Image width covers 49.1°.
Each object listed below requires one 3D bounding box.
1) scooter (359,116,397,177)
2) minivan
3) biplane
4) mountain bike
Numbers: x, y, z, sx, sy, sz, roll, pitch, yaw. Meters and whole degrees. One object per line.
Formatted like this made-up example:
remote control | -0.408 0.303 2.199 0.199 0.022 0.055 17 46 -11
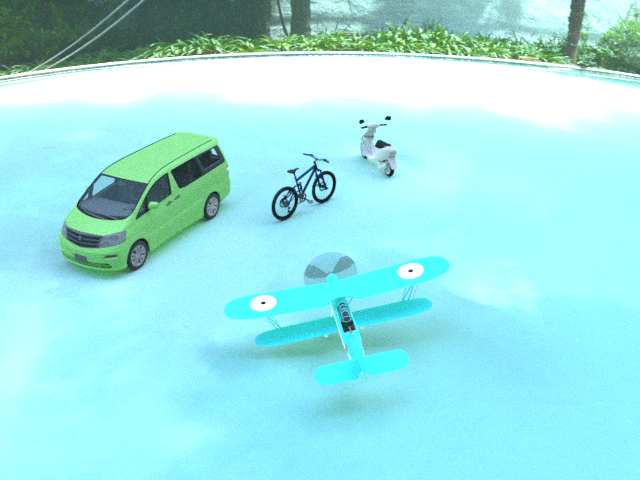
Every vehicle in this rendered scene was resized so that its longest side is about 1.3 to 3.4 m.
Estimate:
scooter | 1.086 -1.795 13.098 0.662 0.919 1.399 -11 30 -20
minivan | -2.599 -0.649 10.618 1.324 1.197 3.011 13 30 23
biplane | 0.250 0.928 7.851 2.598 0.981 2.120 -4 28 -8
mountain bike | -0.242 -0.873 11.398 0.573 0.868 1.469 24 36 38
